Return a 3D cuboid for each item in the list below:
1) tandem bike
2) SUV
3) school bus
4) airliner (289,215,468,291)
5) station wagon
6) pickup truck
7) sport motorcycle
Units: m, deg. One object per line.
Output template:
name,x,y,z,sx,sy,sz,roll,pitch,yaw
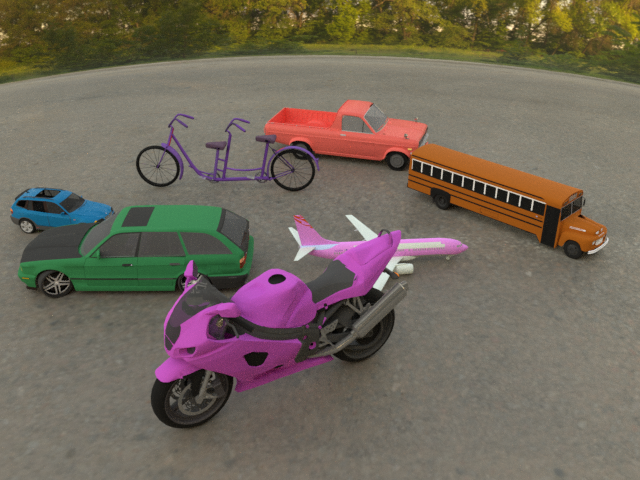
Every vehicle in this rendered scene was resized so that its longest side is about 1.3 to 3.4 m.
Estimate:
tandem bike,-1.601,-1.468,11.925,3.192,1.326,0.550,2,28,3
SUV,-3.984,-0.451,10.824,1.572,0.580,0.656,5,29,9
school bus,2.876,-0.674,10.960,0.709,0.844,3.322,-25,37,-38
airliner,0.859,-0.030,9.776,2.541,0.835,2.257,-3,28,-6
station wagon,-2.472,0.080,9.480,3.105,0.920,1.327,0,28,-1
pickup truck,0.525,-2.133,13.509,3.117,0.993,1.244,8,29,15
sport motorcycle,-0.373,0.891,7.265,2.955,1.596,0.983,-17,33,-28
